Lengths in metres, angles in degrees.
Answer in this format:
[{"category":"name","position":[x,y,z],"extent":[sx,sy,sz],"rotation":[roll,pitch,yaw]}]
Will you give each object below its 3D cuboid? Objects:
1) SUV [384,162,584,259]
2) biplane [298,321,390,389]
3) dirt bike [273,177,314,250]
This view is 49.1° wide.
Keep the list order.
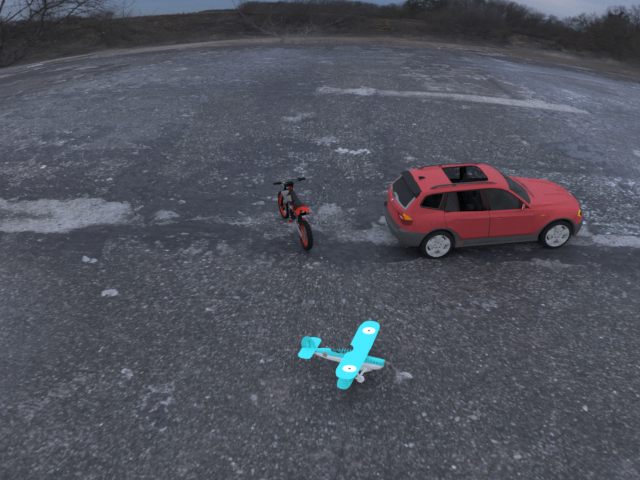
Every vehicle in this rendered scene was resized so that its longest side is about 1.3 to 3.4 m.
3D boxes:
[{"category":"SUV","position":[2.529,-0.562,10.827],"extent":[3.058,1.128,1.276],"rotation":[-5,32,-8]},{"category":"biplane","position":[0.301,1.356,8.269],"extent":[1.090,0.504,1.336],"rotation":[10,33,15]},{"category":"dirt bike","position":[-0.412,-0.488,10.966],"extent":[0.527,0.857,1.493],"rotation":[-12,33,-18]}]
